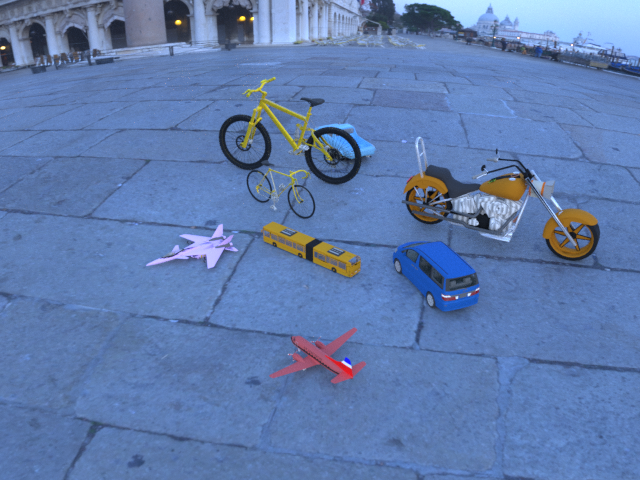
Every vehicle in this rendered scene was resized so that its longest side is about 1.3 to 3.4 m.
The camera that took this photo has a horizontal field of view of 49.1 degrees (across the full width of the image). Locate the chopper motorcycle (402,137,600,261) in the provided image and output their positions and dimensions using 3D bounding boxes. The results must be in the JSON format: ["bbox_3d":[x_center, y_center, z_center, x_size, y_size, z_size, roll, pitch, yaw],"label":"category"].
[{"bbox_3d":[2.737,-0.645,10.698,3.040,1.480,0.906,14,32,23],"label":"chopper motorcycle"}]

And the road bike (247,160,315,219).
[{"bbox_3d":[-0.680,-0.888,11.763,1.545,0.852,0.358,22,36,33],"label":"road bike"}]

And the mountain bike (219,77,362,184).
[{"bbox_3d":[-0.590,-1.942,12.775,2.857,1.688,1.114,11,31,19],"label":"mountain bike"}]

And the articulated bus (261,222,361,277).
[{"bbox_3d":[-0.158,0.126,10.545,1.749,0.289,0.311,22,36,33],"label":"articulated bus"}]

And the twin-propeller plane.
[{"bbox_3d":[0.009,1.342,8.280,1.370,0.407,1.095,-24,37,-36],"label":"twin-propeller plane"}]

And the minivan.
[{"bbox_3d":[1.584,0.385,9.758,0.681,0.616,1.548,-11,31,-19],"label":"minivan"}]

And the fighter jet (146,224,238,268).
[{"bbox_3d":[-1.975,0.127,10.545,1.358,0.286,1.147,-17,33,-27],"label":"fighter jet"}]

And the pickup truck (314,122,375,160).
[{"bbox_3d":[0.474,-2.036,14.135,0.640,0.511,1.603,-14,33,-24],"label":"pickup truck"}]
